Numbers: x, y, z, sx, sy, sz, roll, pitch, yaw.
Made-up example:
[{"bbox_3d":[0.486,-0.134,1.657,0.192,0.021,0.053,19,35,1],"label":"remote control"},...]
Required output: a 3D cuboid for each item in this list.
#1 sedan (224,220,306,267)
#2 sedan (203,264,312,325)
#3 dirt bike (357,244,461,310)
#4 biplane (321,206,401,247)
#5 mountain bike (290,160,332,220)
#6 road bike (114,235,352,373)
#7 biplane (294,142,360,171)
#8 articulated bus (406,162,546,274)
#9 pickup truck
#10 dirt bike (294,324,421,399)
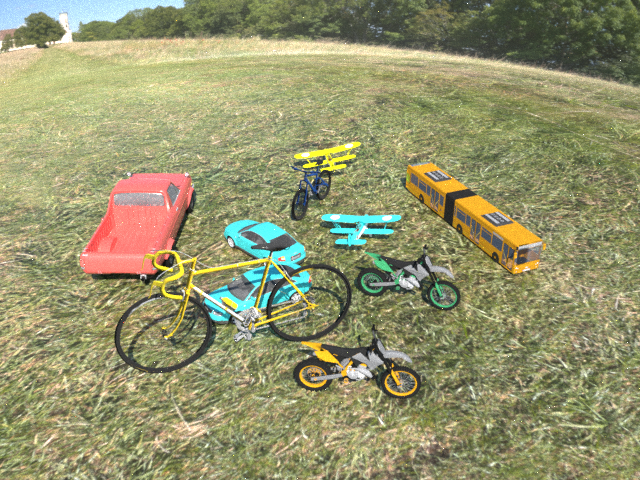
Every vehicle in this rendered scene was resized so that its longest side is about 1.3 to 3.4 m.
[{"bbox_3d":[-0.905,-0.012,11.112,0.635,0.483,1.613,-25,38,-37],"label":"sedan"},{"bbox_3d":[-0.878,0.697,9.846,1.613,0.483,0.635,-17,34,-28],"label":"sedan"},{"bbox_3d":[1.240,0.516,9.787,1.493,0.857,0.527,10,31,18],"label":"dirt bike"},{"bbox_3d":[0.608,-0.166,11.367,1.336,0.504,1.090,10,31,17],"label":"biplane"},{"bbox_3d":[-0.141,-0.954,12.401,0.573,0.868,1.469,14,32,23],"label":"mountain bike"},{"bbox_3d":[-0.998,0.752,8.548,3.004,1.656,0.696,-10,31,-17],"label":"road bike"},{"bbox_3d":[0.173,-1.588,13.907,1.336,0.504,1.090,-4,30,-8],"label":"biplane"},{"bbox_3d":[2.489,-0.473,11.856,0.605,0.561,3.401,-12,31,-20],"label":"articulated bus"},{"bbox_3d":[-2.854,-0.396,11.277,1.244,0.993,3.117,0,29,1],"label":"pickup truck"},{"bbox_3d":[0.434,1.455,8.110,1.493,0.857,0.527,4,29,7],"label":"dirt bike"}]
